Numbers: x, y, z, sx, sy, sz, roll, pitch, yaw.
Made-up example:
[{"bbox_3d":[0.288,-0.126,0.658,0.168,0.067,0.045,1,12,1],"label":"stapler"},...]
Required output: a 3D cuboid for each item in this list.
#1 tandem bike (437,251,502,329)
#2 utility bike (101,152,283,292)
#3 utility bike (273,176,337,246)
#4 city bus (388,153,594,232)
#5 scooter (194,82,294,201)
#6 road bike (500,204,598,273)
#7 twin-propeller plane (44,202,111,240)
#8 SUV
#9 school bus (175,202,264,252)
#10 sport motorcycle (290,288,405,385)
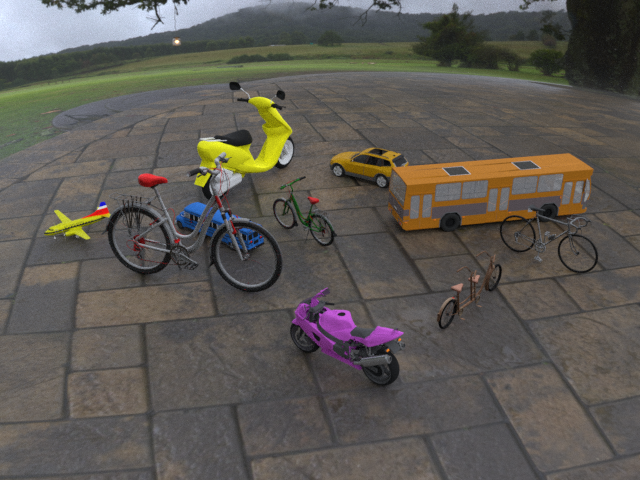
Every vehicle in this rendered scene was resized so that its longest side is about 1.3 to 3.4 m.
[{"bbox_3d":[1.986,0.608,9.145,0.283,0.682,1.642,21,34,36],"label":"tandem bike"},{"bbox_3d":[-1.791,-0.289,9.634,2.791,1.839,1.039,8,28,16],"label":"utility bike"},{"bbox_3d":[-0.297,-0.443,10.923,1.435,0.946,0.535,24,36,39],"label":"utility bike"},{"bbox_3d":[2.816,-0.779,11.641,3.255,0.894,0.926,-6,27,-11],"label":"city bus"},{"bbox_3d":[-1.313,-1.858,12.783,1.288,1.786,2.721,17,32,30],"label":"scooter"},{"bbox_3d":[3.346,-0.062,10.277,1.545,0.852,0.358,23,35,37],"label":"road bike"},{"bbox_3d":[-3.906,-0.309,11.255,1.095,0.407,1.370,-20,33,-34],"label":"twin-propeller plane"},{"bbox_3d":[0.936,-1.457,13.325,1.572,0.580,0.656,17,32,30],"label":"SUV"},{"bbox_3d":[-1.630,-0.232,11.073,1.708,0.434,0.365,20,33,34],"label":"school bus"},{"bbox_3d":[0.268,1.114,7.994,1.520,0.821,0.506,18,32,31],"label":"sport motorcycle"}]
